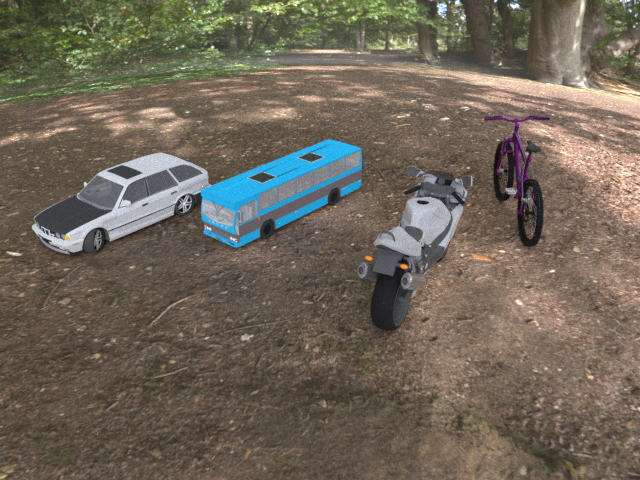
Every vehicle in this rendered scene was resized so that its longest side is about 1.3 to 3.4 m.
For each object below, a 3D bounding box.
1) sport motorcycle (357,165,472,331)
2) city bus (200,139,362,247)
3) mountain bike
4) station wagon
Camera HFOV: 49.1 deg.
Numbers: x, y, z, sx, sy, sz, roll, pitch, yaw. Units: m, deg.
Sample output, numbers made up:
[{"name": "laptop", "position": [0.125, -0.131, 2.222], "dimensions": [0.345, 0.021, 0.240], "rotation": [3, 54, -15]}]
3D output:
[{"name": "sport motorcycle", "position": [1.376, 0.034, 9.772], "dimensions": [0.983, 1.596, 2.955], "rotation": [13, 30, 23]}, {"name": "city bus", "position": [-0.572, -0.854, 12.220], "dimensions": [0.926, 0.894, 3.255], "rotation": [22, 35, 35]}, {"name": "mountain bike", "position": [3.362, -1.112, 11.859], "dimensions": [1.114, 1.688, 2.857], "rotation": [0, 28, 0]}, {"name": "station wagon", "position": [-3.336, -0.727, 11.951], "dimensions": [1.327, 0.920, 3.105], "rotation": [21, 34, 34]}]
